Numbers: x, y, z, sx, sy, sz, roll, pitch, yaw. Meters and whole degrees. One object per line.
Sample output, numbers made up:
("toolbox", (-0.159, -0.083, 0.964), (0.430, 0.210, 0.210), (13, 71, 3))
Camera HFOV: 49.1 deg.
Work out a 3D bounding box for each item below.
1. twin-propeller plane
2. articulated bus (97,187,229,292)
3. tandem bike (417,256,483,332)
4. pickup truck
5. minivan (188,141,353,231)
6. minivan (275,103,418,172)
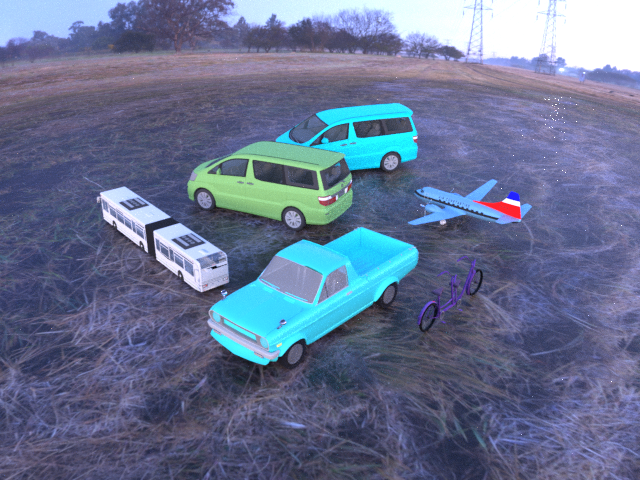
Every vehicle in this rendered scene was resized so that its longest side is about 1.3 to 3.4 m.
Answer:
("twin-propeller plane", (2.501, -0.683, 12.053), (2.129, 0.792, 2.663), (22, 34, 38))
("articulated bus", (-2.557, -0.090, 11.100), (0.605, 0.561, 3.401), (-20, 32, -34))
("tandem bike", (1.780, 0.679, 9.388), (0.283, 0.682, 1.642), (21, 33, 36))
("pickup truck", (0.006, 0.563, 9.271), (1.244, 0.993, 3.117), (21, 33, 37))
("minivan", (-0.946, -1.081, 12.405), (3.011, 1.197, 1.324), (13, 29, 24))
("minivan", (0.479, -2.049, 14.389), (3.011, 1.197, 1.324), (-8, 27, -16))
